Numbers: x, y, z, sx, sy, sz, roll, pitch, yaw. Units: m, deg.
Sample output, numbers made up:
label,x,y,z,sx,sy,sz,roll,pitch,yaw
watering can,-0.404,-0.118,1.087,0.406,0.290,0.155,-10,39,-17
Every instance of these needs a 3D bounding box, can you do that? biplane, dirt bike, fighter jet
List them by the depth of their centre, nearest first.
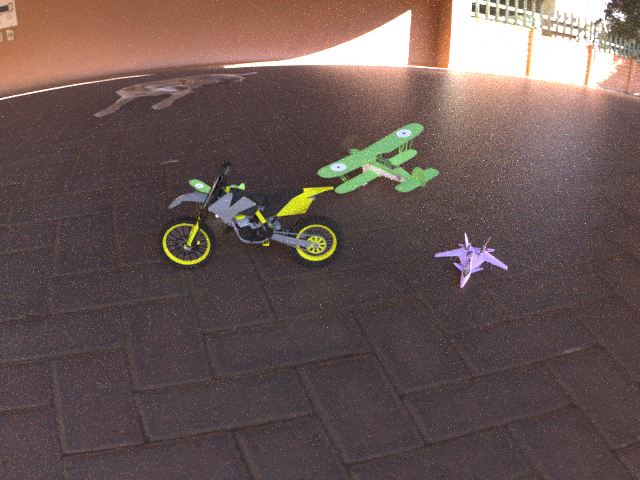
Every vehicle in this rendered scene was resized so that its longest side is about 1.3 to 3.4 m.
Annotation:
label,x,y,z,sx,sy,sz,roll,pitch,yaw
dirt bike,-1.063,-0.280,10.660,2.903,1.666,1.024,-1,29,-2
fighter jet,2.351,0.332,10.978,1.147,0.286,1.358,10,30,18
biplane,-1.743,-0.733,12.691,1.336,0.504,1.090,22,36,34
biplane,1.212,-1.375,13.366,2.598,0.981,2.120,-22,35,-34
